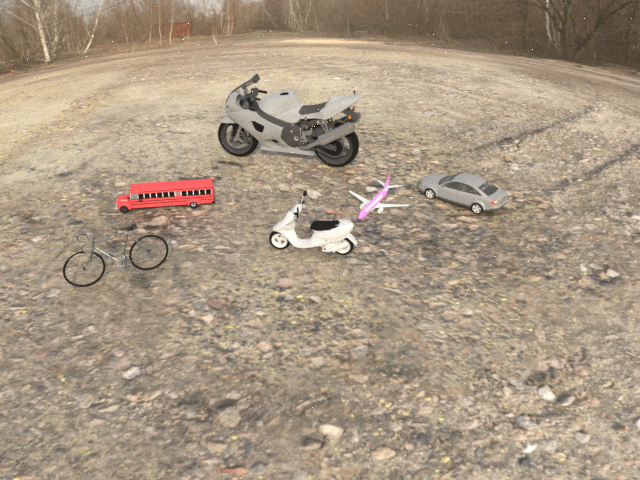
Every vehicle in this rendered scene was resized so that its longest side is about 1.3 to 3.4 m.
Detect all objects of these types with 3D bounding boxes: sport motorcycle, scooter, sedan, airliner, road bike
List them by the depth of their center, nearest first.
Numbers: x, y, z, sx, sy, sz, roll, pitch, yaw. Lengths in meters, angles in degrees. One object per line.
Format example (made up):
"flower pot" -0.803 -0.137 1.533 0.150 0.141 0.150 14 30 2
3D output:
"road bike" -2.978 0.195 10.221 1.545 0.852 0.358 -15 34 -24
"scooter" -0.115 -0.209 10.837 1.399 0.919 0.662 5 31 8
"airliner" 0.968 -0.761 12.247 1.161 0.429 1.307 16 34 24
"sedan" 2.524 -0.916 12.455 1.613 0.483 0.635 21 37 31
"sport motorcycle" -0.621 -2.277 13.660 2.955 1.596 0.983 7 31 12

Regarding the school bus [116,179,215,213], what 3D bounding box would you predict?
"school bus" -2.718 -0.786 12.284 1.708 0.434 0.365 -4 31 -7
